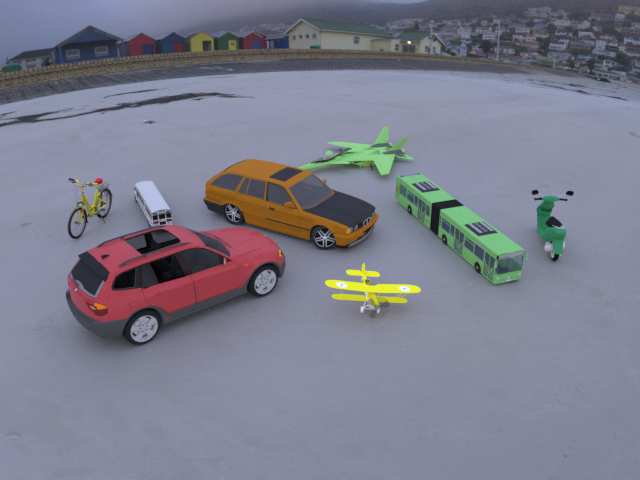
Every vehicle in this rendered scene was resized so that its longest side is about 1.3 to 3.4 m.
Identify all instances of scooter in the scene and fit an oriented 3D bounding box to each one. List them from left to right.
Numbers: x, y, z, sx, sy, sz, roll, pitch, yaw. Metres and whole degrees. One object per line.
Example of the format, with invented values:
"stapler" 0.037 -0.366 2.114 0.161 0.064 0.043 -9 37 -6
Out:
"scooter" 3.724 -0.311 11.289 0.662 0.919 1.399 2 27 3

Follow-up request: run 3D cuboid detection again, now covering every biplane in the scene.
"biplane" 0.707 0.688 9.774 1.336 0.504 1.090 -4 27 -7

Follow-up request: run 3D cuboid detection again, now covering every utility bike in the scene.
"utility bike" -3.872 -0.652 11.932 0.535 0.946 1.435 7 28 13

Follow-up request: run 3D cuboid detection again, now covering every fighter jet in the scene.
"fighter jet" 0.585 -1.827 14.687 2.640 0.557 2.229 -14 30 -26

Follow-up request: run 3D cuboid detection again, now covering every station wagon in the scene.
"station wagon" -0.516 -0.707 12.070 3.105 0.920 1.327 16 31 28

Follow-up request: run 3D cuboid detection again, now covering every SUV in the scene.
"SUV" -1.924 0.384 9.683 3.058 1.128 1.276 -20 33 -34

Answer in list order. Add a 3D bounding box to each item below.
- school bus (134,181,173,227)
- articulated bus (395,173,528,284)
"school bus" -3.006 -0.654 12.504 0.365 0.434 1.708 -12 29 -22
"articulated bus" 2.208 -0.289 11.642 0.605 0.561 3.401 -10 28 -18
